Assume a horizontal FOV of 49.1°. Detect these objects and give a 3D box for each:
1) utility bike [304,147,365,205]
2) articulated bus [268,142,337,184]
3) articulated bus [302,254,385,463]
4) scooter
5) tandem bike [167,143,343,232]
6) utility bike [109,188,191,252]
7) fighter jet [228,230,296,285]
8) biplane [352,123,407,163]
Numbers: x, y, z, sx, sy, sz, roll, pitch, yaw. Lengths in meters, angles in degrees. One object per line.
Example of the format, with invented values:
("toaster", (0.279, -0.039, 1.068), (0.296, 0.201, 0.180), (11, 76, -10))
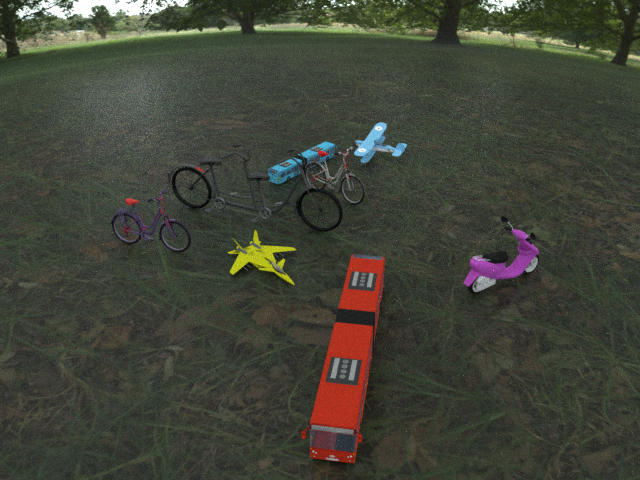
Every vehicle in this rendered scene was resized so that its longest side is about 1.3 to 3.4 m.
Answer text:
("utility bike", (0.263, -1.211, 12.338), (1.435, 0.946, 0.535), (24, 38, 34))
("articulated bus", (-0.323, -1.496, 13.476), (0.311, 0.289, 1.749), (22, 37, 33))
("articulated bus", (0.395, 1.254, 8.506), (0.605, 0.561, 3.401), (5, 31, 8))
("scooter", (2.625, 0.231, 9.900), (1.399, 0.919, 0.662), (-17, 34, -26))
("tandem bike", (-1.128, -0.927, 11.476), (3.192, 1.326, 0.550), (11, 32, 18))
("utility bike", (-2.635, -0.324, 10.822), (1.435, 0.946, 0.535), (9, 32, 15))
("fighter jet", (-0.780, 0.292, 10.422), (1.147, 0.286, 1.358), (-21, 36, -32))
("biplane", (1.153, -1.840, 13.850), (1.090, 0.504, 1.336), (13, 33, 22))
